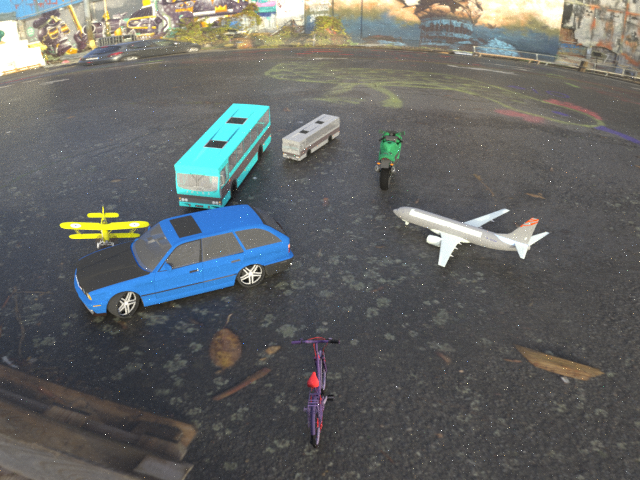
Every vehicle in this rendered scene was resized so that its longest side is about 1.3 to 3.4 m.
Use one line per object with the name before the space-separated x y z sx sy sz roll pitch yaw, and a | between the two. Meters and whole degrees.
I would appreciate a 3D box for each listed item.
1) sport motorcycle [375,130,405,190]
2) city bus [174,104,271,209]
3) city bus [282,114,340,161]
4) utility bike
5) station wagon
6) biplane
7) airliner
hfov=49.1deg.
sport motorcycle | 1.305 -1.553 13.308 0.506 0.821 1.520 6 31 10
city bus | -1.759 -1.639 13.383 0.926 0.894 3.255 6 31 10
city bus | -0.170 -2.150 14.694 0.476 0.460 1.674 16 34 26
utility bike | -0.066 1.589 7.776 0.535 0.946 1.435 2 30 4
station wagon | -1.985 0.202 10.188 3.105 0.920 1.327 -13 33 -21
biplane | -3.447 -0.196 11.287 1.336 0.504 1.090 -9 31 -16
airliner | 2.255 -0.317 11.167 2.541 0.835 2.257 21 36 32
